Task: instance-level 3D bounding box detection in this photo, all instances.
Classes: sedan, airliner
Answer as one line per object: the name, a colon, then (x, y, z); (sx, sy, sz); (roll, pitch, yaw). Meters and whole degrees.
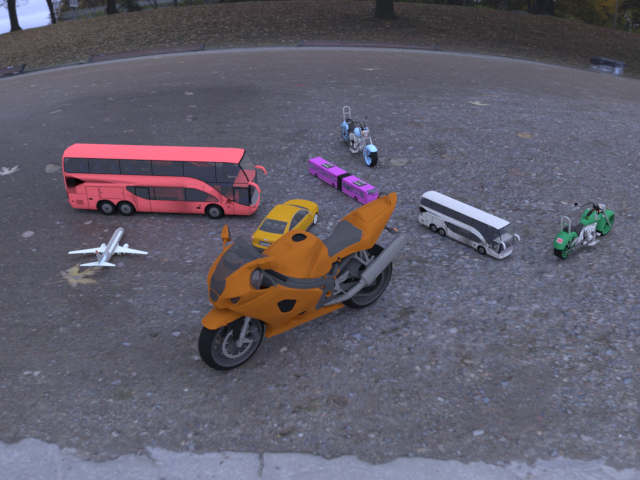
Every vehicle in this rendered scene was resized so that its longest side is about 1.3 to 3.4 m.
sedan: (-0.512, -0.297, 10.902); (0.635, 0.483, 1.613); (11, 32, 19)
airliner: (-3.113, 0.035, 10.376); (1.161, 0.429, 1.307); (0, 30, 1)

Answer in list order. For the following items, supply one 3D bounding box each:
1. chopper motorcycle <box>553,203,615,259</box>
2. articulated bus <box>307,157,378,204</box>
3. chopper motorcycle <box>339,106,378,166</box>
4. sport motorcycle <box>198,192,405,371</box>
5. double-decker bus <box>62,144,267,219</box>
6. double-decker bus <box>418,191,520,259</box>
chopper motorcycle: (4.010, -0.233, 10.511); (1.563, 0.761, 0.466); (-24, 37, -35)
articulated bus: (0.386, -1.063, 12.438); (0.311, 0.289, 1.749); (-20, 35, -30)
chopper motorcycle: (0.761, -2.032, 13.658); (0.466, 0.761, 1.563); (-10, 31, -17)
sport motorcycle: (-0.192, 0.462, 8.453); (2.955, 1.596, 0.983); (-22, 36, -33)
double-decker bus: (-2.536, -0.983, 11.529); (3.251, 1.052, 0.756); (2, 30, 4)
double-decker bus: (2.241, -0.233, 10.733); (0.389, 0.541, 1.672); (-24, 38, -36)
